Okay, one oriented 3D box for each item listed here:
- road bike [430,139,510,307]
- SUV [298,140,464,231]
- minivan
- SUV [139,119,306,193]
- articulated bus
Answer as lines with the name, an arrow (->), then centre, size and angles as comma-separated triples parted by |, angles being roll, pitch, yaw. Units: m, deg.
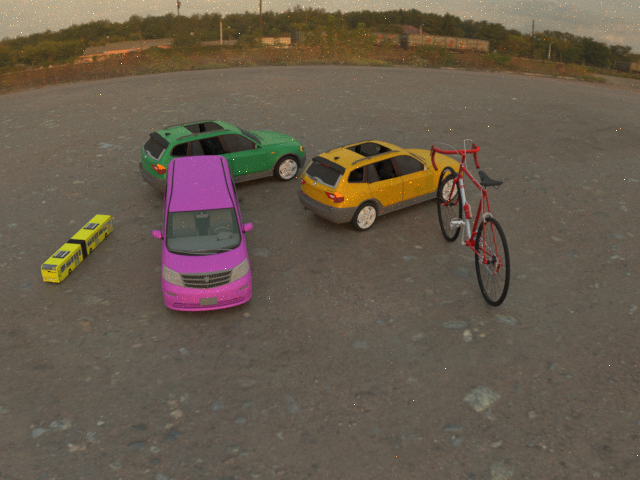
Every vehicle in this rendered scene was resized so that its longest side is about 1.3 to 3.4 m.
road bike -> 2.093, -0.352, 9.750 | 0.696, 1.656, 3.004 | -3, 27, -7
SUV -> 1.090, -1.097, 11.810 | 3.058, 1.128, 1.276 | -19, 32, -32
minivan -> -1.657, -0.178, 9.915 | 1.324, 1.197, 3.011 | -5, 27, -9
SUV -> -1.746, -1.597, 12.799 | 3.058, 1.128, 1.276 | -15, 30, -27
articulated bus -> -3.560, 0.095, 10.380 | 0.311, 0.289, 1.749 | 4, 27, 9
